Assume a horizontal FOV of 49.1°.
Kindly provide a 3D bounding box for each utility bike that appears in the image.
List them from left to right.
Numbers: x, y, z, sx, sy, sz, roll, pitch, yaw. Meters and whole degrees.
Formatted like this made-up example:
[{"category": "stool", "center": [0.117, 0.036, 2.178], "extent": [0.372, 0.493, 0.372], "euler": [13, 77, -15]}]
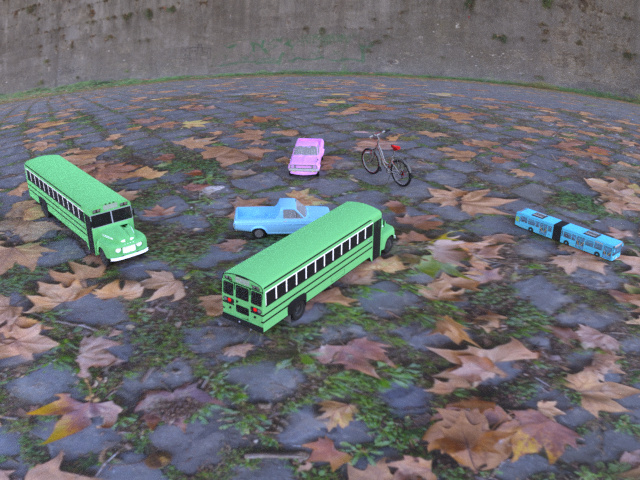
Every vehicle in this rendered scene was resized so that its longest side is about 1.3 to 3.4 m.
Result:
[{"category": "utility bike", "center": [1.230, -1.558, 13.283], "extent": [0.535, 0.946, 1.435], "euler": [-19, 32, -34]}]

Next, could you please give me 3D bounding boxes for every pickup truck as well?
[{"category": "pickup truck", "center": [-0.602, -0.379, 11.350], "extent": [1.603, 0.511, 0.640], "euler": [-1, 26, -3]}, {"category": "pickup truck", "center": [-0.261, -1.749, 14.175], "extent": [0.640, 0.511, 1.603], "euler": [2, 26, 4]}]

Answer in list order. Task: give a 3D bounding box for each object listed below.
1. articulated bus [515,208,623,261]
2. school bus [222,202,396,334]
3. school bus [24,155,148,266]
[{"category": "articulated bus", "center": [3.891, -0.107, 11.045], "extent": [0.311, 0.289, 1.749], "euler": [-21, 33, -36]}, {"category": "school bus", "center": [0.001, 0.230, 9.714], "extent": [0.709, 0.844, 3.322], "euler": [17, 31, 31]}, {"category": "school bus", "center": [-3.827, -0.548, 11.318], "extent": [0.709, 0.844, 3.322], "euler": [-20, 32, -35]}]
